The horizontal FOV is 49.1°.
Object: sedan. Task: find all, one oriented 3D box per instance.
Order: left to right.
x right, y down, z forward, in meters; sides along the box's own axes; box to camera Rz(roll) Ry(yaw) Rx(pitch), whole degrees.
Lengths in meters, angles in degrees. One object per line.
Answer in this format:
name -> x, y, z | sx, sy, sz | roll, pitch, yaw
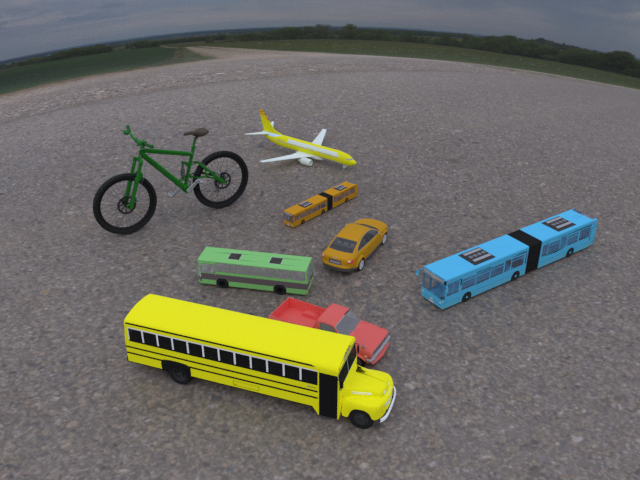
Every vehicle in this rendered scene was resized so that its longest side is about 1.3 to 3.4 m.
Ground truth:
sedan -> 0.593, -0.003, 11.266 | 0.635, 0.483, 1.613 | 15, 33, 24

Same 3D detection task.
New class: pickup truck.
pickup truck -> 0.107, 1.142, 9.210 | 1.603, 0.511, 0.640 | 15, 33, 25

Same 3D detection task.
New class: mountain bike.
mountain bike -> -2.518, -1.103, 11.991 | 2.857, 1.688, 1.114 | -18, 34, -29

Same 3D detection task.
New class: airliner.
airliner -> -0.305, -2.106, 14.633 | 2.541, 0.835, 2.257 | 19, 35, 30

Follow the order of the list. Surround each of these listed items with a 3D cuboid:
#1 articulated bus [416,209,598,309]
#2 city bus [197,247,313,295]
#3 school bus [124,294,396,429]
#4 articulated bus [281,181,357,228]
articulated bus -> 2.966, 0.235, 10.766 | 3.401, 0.561, 0.605 | -18, 34, -29
city bus -> -0.960, 0.472, 10.449 | 1.674, 0.460, 0.476 | 6, 30, 10
school bus -> -0.733, 1.408, 8.400 | 3.322, 0.844, 0.709 | 10, 31, 17
articulated bus -> 0.023, -0.664, 12.635 | 0.311, 0.289, 1.749 | 24, 38, 36
